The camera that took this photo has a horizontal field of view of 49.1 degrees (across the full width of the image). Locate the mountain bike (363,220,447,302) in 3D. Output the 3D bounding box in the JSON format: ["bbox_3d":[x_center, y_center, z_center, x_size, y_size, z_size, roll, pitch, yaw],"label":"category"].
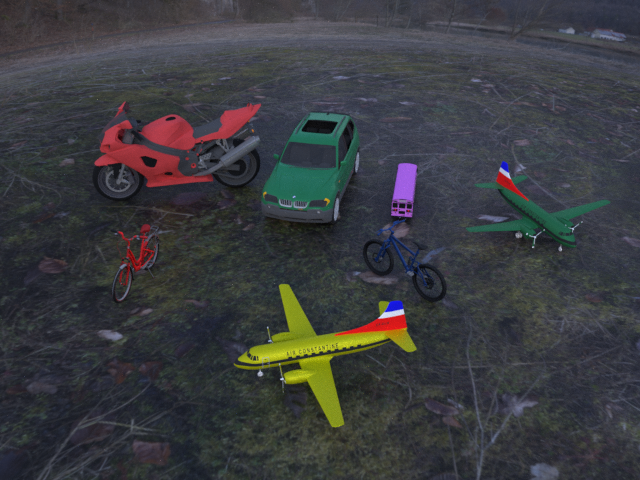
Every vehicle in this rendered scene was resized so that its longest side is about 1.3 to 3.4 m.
[{"bbox_3d":[1.160,0.282,9.694,1.469,0.868,0.573,27,40,37],"label":"mountain bike"}]

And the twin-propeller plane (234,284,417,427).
[{"bbox_3d":[0.030,1.175,8.268,2.129,0.792,2.663,-8,32,-13],"label":"twin-propeller plane"}]

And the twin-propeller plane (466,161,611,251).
[{"bbox_3d":[3.402,-0.533,11.139,2.663,0.792,2.129,-11,32,-18],"label":"twin-propeller plane"}]

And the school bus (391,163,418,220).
[{"bbox_3d":[1.470,-0.893,12.094,0.365,0.434,1.708,5,31,8],"label":"school bus"}]

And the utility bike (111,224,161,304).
[{"bbox_3d":[-2.513,0.208,9.742,0.535,0.946,1.435,7,32,12],"label":"utility bike"}]

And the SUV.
[{"bbox_3d":[-0.090,-1.338,12.164,1.276,1.128,3.058,7,31,11],"label":"SUV"}]

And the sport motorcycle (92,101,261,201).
[{"bbox_3d":[-2.436,-1.529,12.027,2.955,1.596,0.983,-8,32,-13],"label":"sport motorcycle"}]
